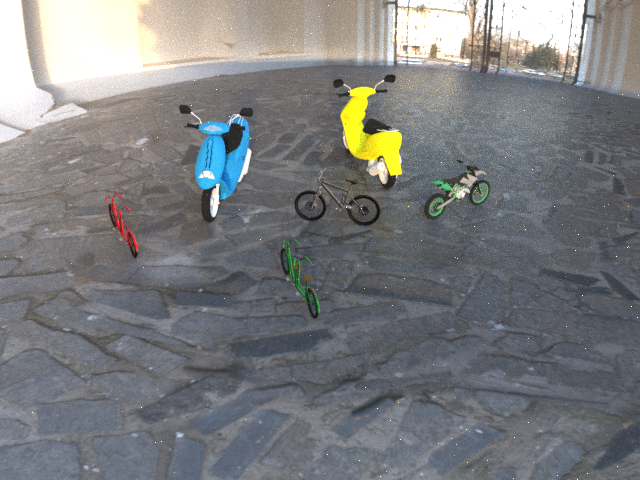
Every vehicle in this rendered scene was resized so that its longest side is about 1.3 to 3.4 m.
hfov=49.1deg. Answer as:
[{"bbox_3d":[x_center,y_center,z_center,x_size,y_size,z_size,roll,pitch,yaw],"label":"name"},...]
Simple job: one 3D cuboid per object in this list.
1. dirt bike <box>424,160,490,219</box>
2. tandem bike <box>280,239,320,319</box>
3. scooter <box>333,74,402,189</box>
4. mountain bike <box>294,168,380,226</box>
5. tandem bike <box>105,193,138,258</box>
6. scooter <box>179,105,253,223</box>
[{"bbox_3d":[2.396,-0.878,12.080,1.493,0.857,0.527,-17,32,-28],"label":"dirt bike"},{"bbox_3d":[-0.300,0.468,9.733,0.283,0.682,1.642,-10,29,-18],"label":"tandem bike"},{"bbox_3d":[0.955,-2.200,13.579,1.288,1.786,2.721,-9,29,-16],"label":"scooter"},{"bbox_3d":[0.286,-0.675,11.685,1.469,0.868,0.573,5,28,10],"label":"mountain bike"},{"bbox_3d":[-3.163,-0.282,11.145,0.283,0.682,1.642,-14,31,-25],"label":"tandem bike"},{"bbox_3d":[-1.712,-1.601,12.451,1.288,1.786,2.721,4,28,7],"label":"scooter"}]
